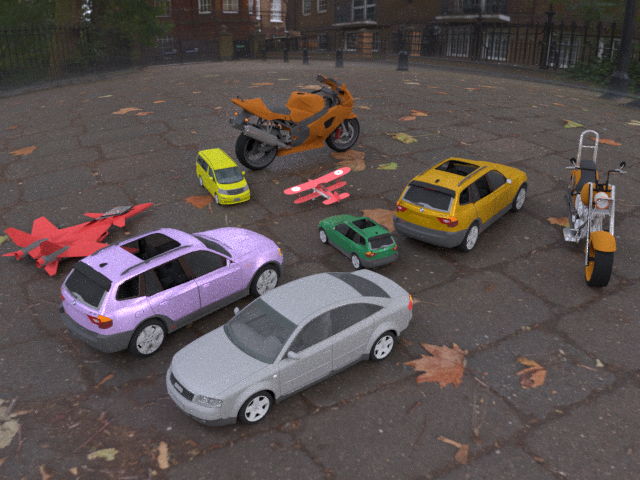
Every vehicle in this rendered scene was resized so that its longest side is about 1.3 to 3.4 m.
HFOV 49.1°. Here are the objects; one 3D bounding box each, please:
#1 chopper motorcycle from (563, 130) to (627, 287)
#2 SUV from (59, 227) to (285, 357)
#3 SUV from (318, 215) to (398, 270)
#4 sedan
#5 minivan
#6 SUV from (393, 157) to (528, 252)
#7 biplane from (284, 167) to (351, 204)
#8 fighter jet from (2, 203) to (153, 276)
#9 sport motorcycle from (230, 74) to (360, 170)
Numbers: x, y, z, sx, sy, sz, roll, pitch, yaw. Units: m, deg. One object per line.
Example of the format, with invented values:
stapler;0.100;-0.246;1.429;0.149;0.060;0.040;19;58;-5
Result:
chopper motorcycle;4.175;-0.555;10.715;0.906;1.480;3.040;6;27;11
SUV;-1.844;0.429;9.165;1.276;1.128;3.058;24;35;38
SUV;0.566;-0.074;10.760;0.656;0.580;1.572;-15;30;-26
sedan;-0.284;1.071;8.110;3.137;0.940;1.235;-20;33;-34
minivan;-1.799;-1.171;12.880;0.681;0.616;1.548;-12;29;-23
SUV;2.403;-0.802;11.590;1.276;1.128;3.058;19;32;32
biplane;0.042;-0.868;12.407;1.336;0.504;1.090;-15;31;-27
fighter jet;-3.633;-0.292;11.215;2.229;0.557;2.640;16;31;28
sport motorcycle;-0.425;-2.369;14.156;2.955;1.596;0.983;-16;31;-28
